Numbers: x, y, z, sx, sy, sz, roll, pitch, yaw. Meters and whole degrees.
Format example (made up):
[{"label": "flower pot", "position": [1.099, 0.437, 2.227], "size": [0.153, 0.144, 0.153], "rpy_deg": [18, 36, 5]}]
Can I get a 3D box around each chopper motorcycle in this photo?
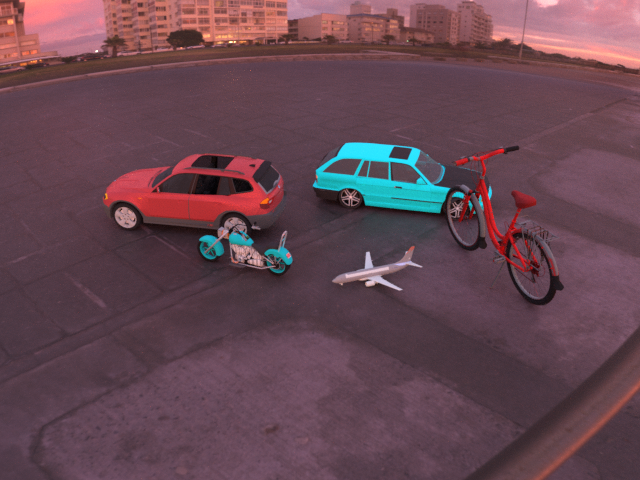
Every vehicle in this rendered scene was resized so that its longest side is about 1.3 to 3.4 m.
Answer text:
[{"label": "chopper motorcycle", "position": [-1.129, 0.081, 10.316], "size": [1.563, 0.761, 0.466], "rpy_deg": [12, 30, 21]}]

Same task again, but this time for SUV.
[{"label": "SUV", "position": [-2.086, -0.828, 11.640], "size": [3.058, 1.128, 1.276], "rpy_deg": [6, 28, 10]}]

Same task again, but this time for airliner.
[{"label": "airliner", "position": [0.788, 0.378, 10.108], "size": [1.307, 0.429, 1.161], "rpy_deg": [-10, 29, -18]}]

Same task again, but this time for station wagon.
[{"label": "station wagon", "position": [1.475, -1.118, 12.410], "size": [3.105, 0.920, 1.327], "rpy_deg": [7, 29, 13]}]

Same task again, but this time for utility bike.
[{"label": "utility bike", "position": [2.451, -0.285, 9.854], "size": [1.039, 1.839, 2.791], "rpy_deg": [-11, 30, -20]}]
